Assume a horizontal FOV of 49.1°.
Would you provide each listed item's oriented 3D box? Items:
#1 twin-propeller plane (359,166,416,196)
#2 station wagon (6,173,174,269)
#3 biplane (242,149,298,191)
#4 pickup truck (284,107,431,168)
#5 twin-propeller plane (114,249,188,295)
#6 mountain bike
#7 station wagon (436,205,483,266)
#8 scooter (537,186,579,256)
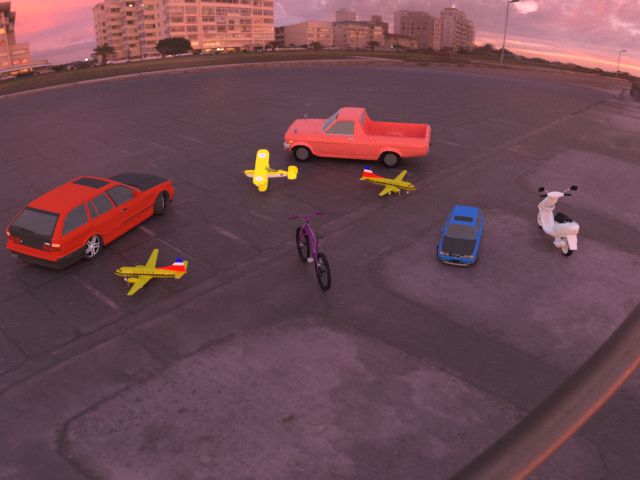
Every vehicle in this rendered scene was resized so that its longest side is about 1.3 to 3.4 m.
[{"bbox_3d":[1.323,-1.150,13.441,1.095,0.407,1.370,13,30,23],"label":"twin-propeller plane"},{"bbox_3d":[-3.739,-0.575,11.776,1.327,0.920,3.105,12,30,22],"label":"station wagon"},{"bbox_3d":[-0.977,-1.293,13.612,1.090,0.504,1.336,0,27,0],"label":"biplane"},{"bbox_3d":[0.806,-2.247,14.920,3.117,0.993,1.244,5,28,9],"label":"pickup truck"},{"bbox_3d":[-2.525,0.434,10.387,1.095,0.407,1.370,2,27,4],"label":"twin-propeller plane"},{"bbox_3d":[-0.111,0.124,10.485,0.573,0.868,1.469,-9,29,-17],"label":"mountain bike"},{"bbox_3d":[2.308,-0.121,11.387,0.682,0.473,1.597,8,28,14],"label":"station wagon"},{"bbox_3d":[3.876,-0.383,11.408,0.662,0.919,1.399,-3,28,-6],"label":"scooter"}]
